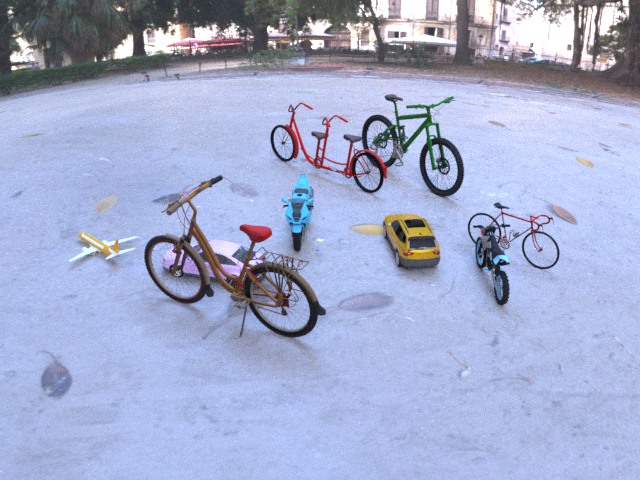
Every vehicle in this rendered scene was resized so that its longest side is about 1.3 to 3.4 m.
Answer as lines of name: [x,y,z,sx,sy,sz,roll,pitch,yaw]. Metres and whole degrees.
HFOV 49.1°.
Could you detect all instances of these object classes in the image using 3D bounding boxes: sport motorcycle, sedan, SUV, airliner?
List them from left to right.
airliner: [-3.424,-0.001,10.826,1.307,0.429,1.161,24,35,39]
sedan: [-1.547,0.276,10.205,1.613,0.483,0.635,8,28,17]
sport motorcycle: [-0.322,-0.459,11.310,0.506,0.821,1.520,1,26,3]
SUV: [1.409,-0.085,10.826,0.656,0.580,1.572,-3,27,-6]

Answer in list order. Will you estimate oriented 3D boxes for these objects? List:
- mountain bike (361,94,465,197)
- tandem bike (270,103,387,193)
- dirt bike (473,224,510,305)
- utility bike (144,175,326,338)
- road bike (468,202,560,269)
mountain bike: [1.700,-1.918,13.278,1.114,1.688,2.857,-17,31,-31]
tandem bike: [0.083,-1.850,13.549,0.550,1.326,3.192,-23,35,-39]
dirt bike: [2.420,0.242,9.853,0.527,0.857,1.493,-1,26,-3]
utility bike: [-1.207,0.276,8.679,2.791,1.839,1.039,14,29,26]
road bike: [2.907,-0.108,10.567,1.545,0.852,0.358,23,34,38]
